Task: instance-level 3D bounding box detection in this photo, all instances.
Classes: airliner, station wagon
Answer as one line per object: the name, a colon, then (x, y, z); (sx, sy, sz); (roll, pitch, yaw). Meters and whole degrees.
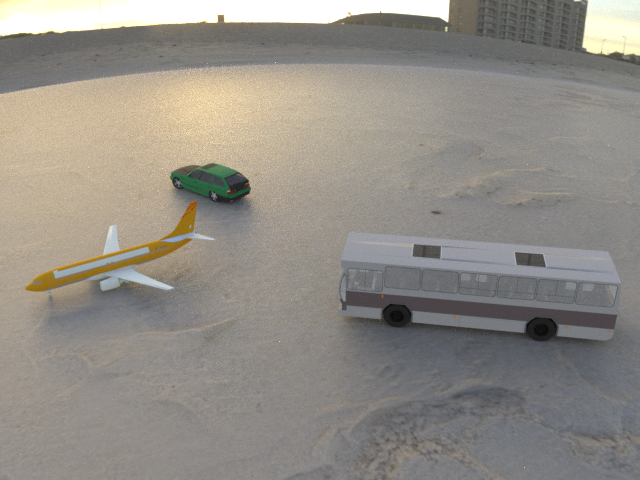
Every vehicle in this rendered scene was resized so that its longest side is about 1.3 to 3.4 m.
airliner: (-2.784, 0.113, 9.641); (2.541, 0.835, 2.257); (-17, 31, -29)
station wagon: (-1.978, -1.098, 12.426); (1.597, 0.473, 0.682); (20, 33, 34)

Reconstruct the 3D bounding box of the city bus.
city bus: (1.891, 0.581, 8.653); (3.255, 0.894, 0.926); (5, 27, 9)
